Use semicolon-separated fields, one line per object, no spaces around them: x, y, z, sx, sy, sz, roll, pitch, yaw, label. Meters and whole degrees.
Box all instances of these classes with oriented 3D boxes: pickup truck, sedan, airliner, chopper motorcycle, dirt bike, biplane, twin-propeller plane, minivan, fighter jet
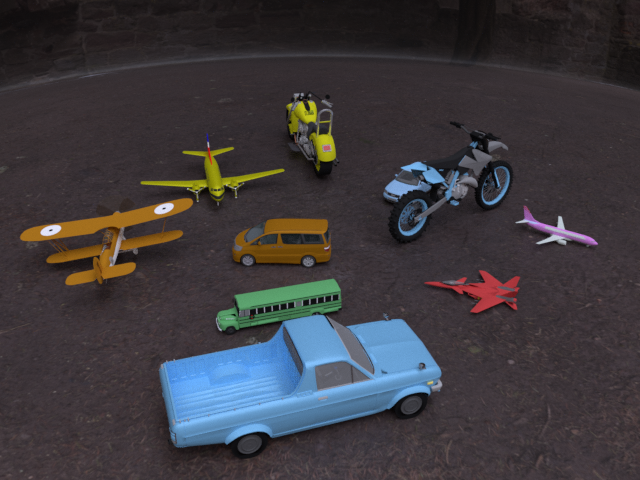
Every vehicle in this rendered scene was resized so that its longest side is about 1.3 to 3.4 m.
-0.208;1.502;7.876;3.117;0.993;1.244;-9;30;-16;pickup truck
1.788;-1.126;13.137;0.635;0.483;1.613;20;35;32;sedan
3.941;-0.216;11.554;1.307;0.429;1.161;18;34;30;airliner
-0.249;-2.404;14.413;0.906;1.480;3.040;-8;30;-13;chopper motorcycle
2.274;-1.009;11.706;2.903;1.666;1.024;-20;35;-31;dirt bike
-3.179;0.084;10.444;2.598;0.981;2.120;-3;29;-6;biplane
-2.021;-1.329;13.185;2.663;0.792;2.129;-6;30;-11;twin-propeller plane
-0.601;0.016;10.943;1.548;0.616;0.681;1;29;2;minivan
2.190;0.655;10.131;1.358;0.286;1.147;9;30;15;fighter jet

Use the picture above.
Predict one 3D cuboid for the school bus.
-0.563;0.899;9.539;1.708;0.434;0.365;-9;30;-15;school bus
